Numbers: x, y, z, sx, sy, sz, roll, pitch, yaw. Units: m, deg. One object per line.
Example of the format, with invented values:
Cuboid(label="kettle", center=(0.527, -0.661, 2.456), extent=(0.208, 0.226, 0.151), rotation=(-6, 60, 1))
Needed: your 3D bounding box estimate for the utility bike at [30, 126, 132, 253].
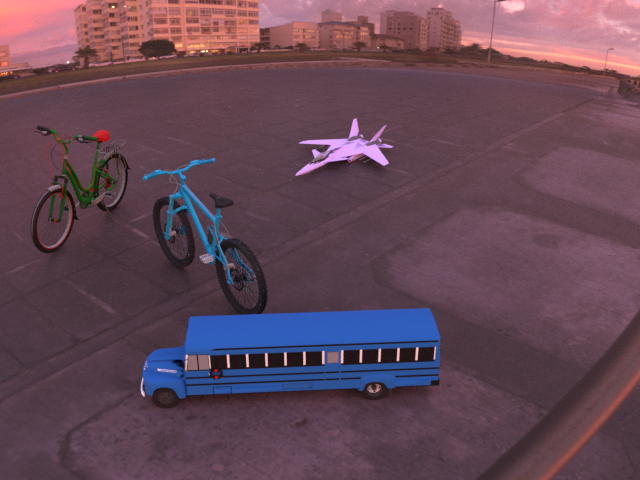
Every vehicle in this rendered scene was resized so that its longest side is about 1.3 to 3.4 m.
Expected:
Cuboid(label="utility bike", center=(-3.764, -1.020, 11.362), extent=(1.039, 1.839, 2.791), rotation=(8, 28, 15))

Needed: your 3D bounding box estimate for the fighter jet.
Cuboid(label="fighter jet", center=(0.335, -1.878, 14.475), extent=(2.229, 0.557, 2.640), rotation=(19, 33, 33))

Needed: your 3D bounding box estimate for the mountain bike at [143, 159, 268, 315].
Cuboid(label="mountain bike", center=(-1.607, -0.075, 9.665), extent=(1.114, 1.688, 2.857), rotation=(-21, 33, -35))

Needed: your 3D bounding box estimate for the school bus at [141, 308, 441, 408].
Cuboid(label="school bus", center=(-0.343, 1.298, 7.888), extent=(3.322, 0.844, 0.709), rotation=(-2, 27, -3))
